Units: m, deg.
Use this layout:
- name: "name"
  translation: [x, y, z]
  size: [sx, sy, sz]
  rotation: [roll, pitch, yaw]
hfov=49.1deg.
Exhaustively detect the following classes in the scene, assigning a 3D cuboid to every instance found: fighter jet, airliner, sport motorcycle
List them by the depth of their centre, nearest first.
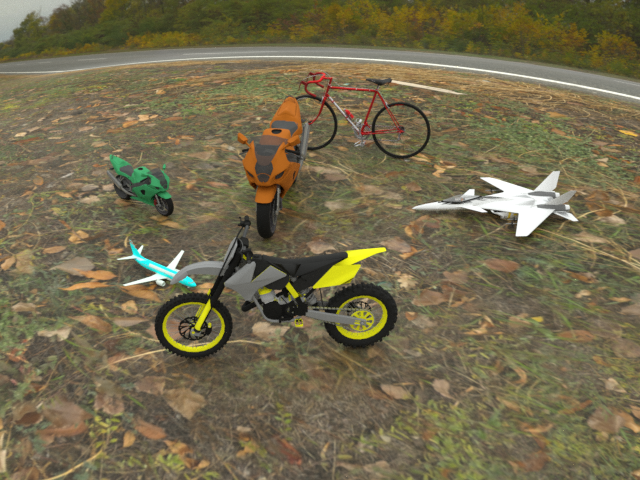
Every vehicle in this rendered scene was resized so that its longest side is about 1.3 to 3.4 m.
- name: "airliner"
  translation: [-2.263, 0.352, 9.985]
  size: [1.307, 0.429, 1.161]
  rotation: [18, 34, 29]
- name: "sport motorcycle"
  translation: [-0.698, -1.284, 11.720]
  size: [0.983, 1.596, 2.955]
  rotation: [3, 29, 6]
- name: "fighter jet"
  translation: [2.873, -0.717, 11.770]
  size: [2.640, 0.557, 2.229]
  rotation: [-1, 29, -3]
- name: "sport motorcycle"
  translation: [-3.035, -0.936, 11.893]
  size: [1.520, 0.821, 0.506]
  rotation: [21, 35, 33]

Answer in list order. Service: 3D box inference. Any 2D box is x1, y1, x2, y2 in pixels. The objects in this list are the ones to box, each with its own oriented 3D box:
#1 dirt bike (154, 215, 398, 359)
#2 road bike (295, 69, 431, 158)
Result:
- name: "dirt bike"
  translation: [-0.499, 0.650, 8.183]
  size: [2.903, 1.666, 1.024]
  rotation: [-3, 29, -6]
- name: "road bike"
  translation: [0.685, -2.461, 13.769]
  size: [3.004, 1.656, 0.697]
  rotation: [7, 30, 12]
